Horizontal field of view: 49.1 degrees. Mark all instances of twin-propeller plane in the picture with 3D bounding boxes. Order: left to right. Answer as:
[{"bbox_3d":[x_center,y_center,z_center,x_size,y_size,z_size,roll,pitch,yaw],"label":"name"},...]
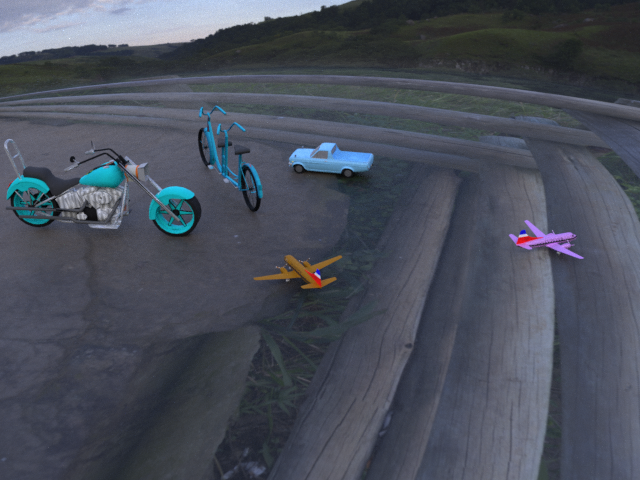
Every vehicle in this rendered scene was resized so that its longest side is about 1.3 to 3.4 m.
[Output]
[{"bbox_3d":[-0.243,0.391,9.636,1.370,0.407,1.095,-14,30,-26],"label":"twin-propeller plane"},{"bbox_3d":[3.408,-0.035,10.489,1.095,0.407,1.370,-9,28,-18],"label":"twin-propeller plane"}]

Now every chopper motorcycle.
[{"bbox_3d":[-3.383,-0.803,10.827,3.040,1.480,0.906,2,27,4],"label":"chopper motorcycle"}]

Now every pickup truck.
[{"bbox_3d":[0.214,-1.564,13.438,1.603,0.511,0.640,6,27,12],"label":"pickup truck"}]

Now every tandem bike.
[{"bbox_3d":[-1.677,-1.552,12.502,0.550,1.326,3.192,-13,29,-24],"label":"tandem bike"}]
